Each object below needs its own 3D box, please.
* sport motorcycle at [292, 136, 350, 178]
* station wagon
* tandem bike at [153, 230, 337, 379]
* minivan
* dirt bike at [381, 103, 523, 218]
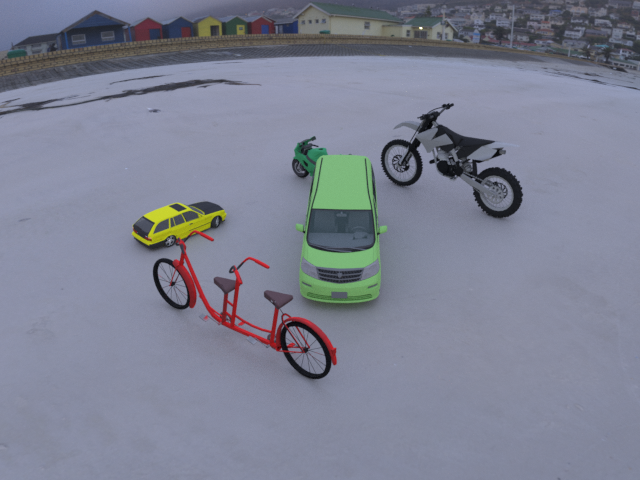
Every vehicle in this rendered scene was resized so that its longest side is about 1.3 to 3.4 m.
[{"bbox_3d":[0.039,-1.425,13.234,1.520,0.821,0.506,23,36,35],"label":"sport motorcycle"},{"bbox_3d":[-2.312,-0.345,11.629,1.597,0.473,0.682,-25,38,-38],"label":"station wagon"},{"bbox_3d":[-1.071,0.730,8.785,3.192,1.326,0.550,21,35,33],"label":"tandem bike"},{"bbox_3d":[0.334,-0.245,10.694,1.324,1.197,3.011,1,29,2],"label":"minivan"},{"bbox_3d":[2.280,-1.453,12.407,2.903,1.666,1.024,22,36,35],"label":"dirt bike"}]
